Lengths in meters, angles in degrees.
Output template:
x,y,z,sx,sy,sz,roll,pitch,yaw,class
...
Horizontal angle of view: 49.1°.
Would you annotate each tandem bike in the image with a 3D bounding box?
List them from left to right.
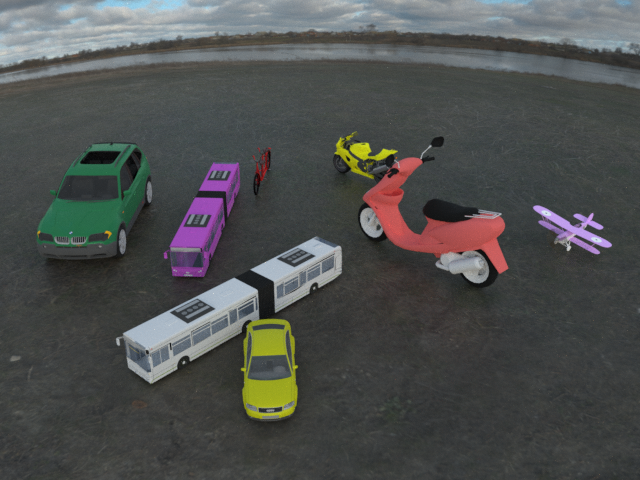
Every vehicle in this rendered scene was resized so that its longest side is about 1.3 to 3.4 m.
x,y,z,sx,sy,sz,roll,pitch,yaw,class
-1.090,-1.421,13.247,0.283,0.682,1.642,3,28,6,tandem bike

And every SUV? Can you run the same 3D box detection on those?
x,y,z,sx,sy,sz,roll,pitch,yaw,class
-3.608,-0.717,11.421,1.276,1.128,3.058,0,28,0,SUV

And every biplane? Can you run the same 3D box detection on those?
x,y,z,sx,sy,sz,roll,pitch,yaw,class
4.008,-0.144,10.998,1.090,0.504,1.336,-23,35,-37,biplane

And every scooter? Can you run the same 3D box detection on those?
x,y,z,sx,sy,sz,roll,pitch,yaw,class
1.578,-0.450,10.200,1.288,1.786,2.721,-24,36,-38,scooter

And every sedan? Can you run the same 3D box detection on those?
x,y,z,sx,sy,sz,roll,pitch,yaw,class
-0.580,1.413,8.045,0.635,0.483,1.613,-2,28,-4,sedan

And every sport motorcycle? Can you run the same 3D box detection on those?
x,y,z,sx,sy,sz,roll,pitch,yaw,class
0.839,-1.526,13.298,1.520,0.821,0.506,23,35,36,sport motorcycle

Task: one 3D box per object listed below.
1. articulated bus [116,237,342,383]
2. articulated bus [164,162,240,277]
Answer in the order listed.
x,y,z,sx,sy,sz,roll,pitch,yaw,class
-0.999,0.803,9.126,0.605,0.561,3.401,23,35,37,articulated bus
-1.823,-0.440,11.504,0.605,0.561,3.401,2,28,3,articulated bus
